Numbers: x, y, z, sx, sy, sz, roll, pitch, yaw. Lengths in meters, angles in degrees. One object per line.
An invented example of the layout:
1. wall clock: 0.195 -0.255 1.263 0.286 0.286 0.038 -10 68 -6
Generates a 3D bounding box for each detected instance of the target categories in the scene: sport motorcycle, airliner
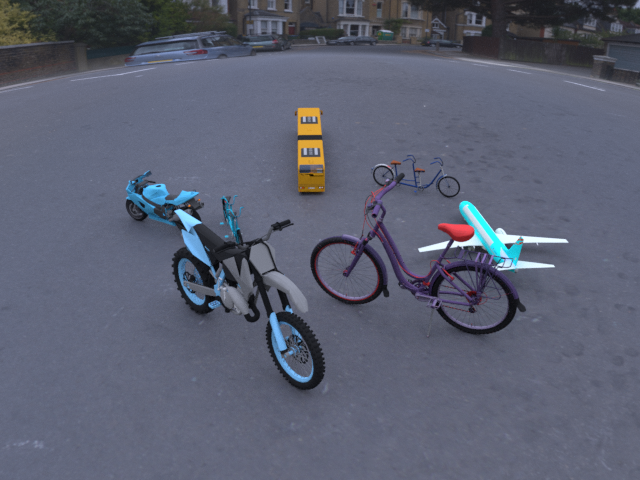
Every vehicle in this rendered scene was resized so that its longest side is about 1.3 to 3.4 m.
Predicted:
1. sport motorcycle: -2.506 -0.570 11.105 1.520 0.821 0.506 14 32 25
2. airliner: 2.515 -0.216 10.438 2.257 0.835 2.541 -3 29 -6

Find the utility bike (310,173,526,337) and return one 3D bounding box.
1. utility bike: 1.111 0.271 8.485 2.791 1.839 1.039 12 31 21

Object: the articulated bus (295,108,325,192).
1. articulated bus: -0.194 -1.835 13.715 0.605 0.561 3.401 -1 28 -1

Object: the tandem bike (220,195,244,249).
1. tandem bike: -1.363 -0.348 10.843 0.283 0.682 1.642 -8 30 -15

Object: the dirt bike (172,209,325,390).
1. dirt bike: -0.932 0.537 8.174 1.024 1.666 2.903 -23 36 -36

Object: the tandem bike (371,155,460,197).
1. tandem bike: 1.678 -1.168 12.358 1.642 0.682 0.283 12 31 21
